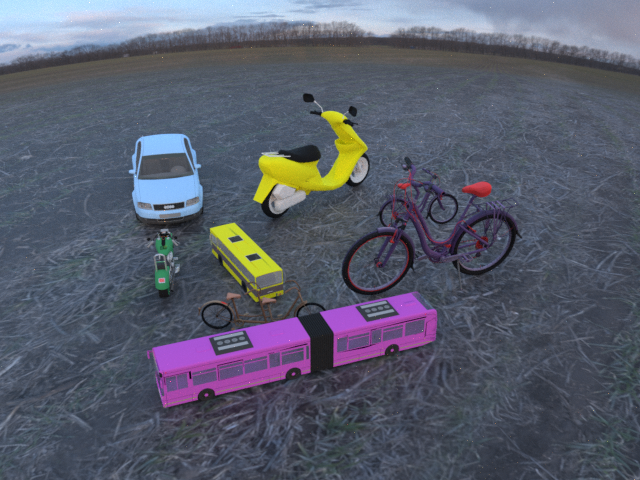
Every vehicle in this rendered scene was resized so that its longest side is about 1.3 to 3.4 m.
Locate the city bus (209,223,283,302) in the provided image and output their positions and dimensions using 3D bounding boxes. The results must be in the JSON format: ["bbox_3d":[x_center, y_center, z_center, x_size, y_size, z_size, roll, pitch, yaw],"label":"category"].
[{"bbox_3d":[-1.081,0.313,10.083,0.476,0.460,1.674,-14,31,-26],"label":"city bus"}]

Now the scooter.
[{"bbox_3d":[-0.059,-1.485,12.101,2.721,1.786,1.288,-24,36,-38],"label":"scooter"}]

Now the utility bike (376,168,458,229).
[{"bbox_3d":[1.592,-0.669,11.444,1.435,0.946,0.535,-7,28,-12],"label":"utility bike"}]

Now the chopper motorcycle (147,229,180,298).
[{"bbox_3d":[-2.210,0.201,9.972,0.466,0.761,1.563,-4,28,-7],"label":"chopper motorcycle"}]

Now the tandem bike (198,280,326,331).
[{"bbox_3d":[-0.725,0.839,8.832,1.642,0.682,0.283,0,27,0],"label":"tandem bike"}]

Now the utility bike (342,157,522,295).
[{"bbox_3d":[1.639,-0.129,9.439,2.791,1.839,1.039,-9,29,-18],"label":"utility bike"}]

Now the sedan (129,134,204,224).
[{"bbox_3d":[-2.775,-1.257,12.579,1.235,0.940,3.137,-6,28,-12],"label":"sedan"}]

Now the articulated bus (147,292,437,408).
[{"bbox_3d":[-0.241,1.237,8.198,3.401,0.561,0.605,-10,29,-19],"label":"articulated bus"}]
